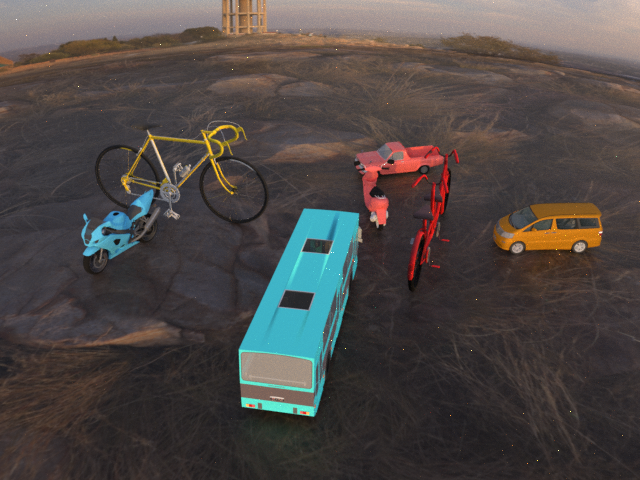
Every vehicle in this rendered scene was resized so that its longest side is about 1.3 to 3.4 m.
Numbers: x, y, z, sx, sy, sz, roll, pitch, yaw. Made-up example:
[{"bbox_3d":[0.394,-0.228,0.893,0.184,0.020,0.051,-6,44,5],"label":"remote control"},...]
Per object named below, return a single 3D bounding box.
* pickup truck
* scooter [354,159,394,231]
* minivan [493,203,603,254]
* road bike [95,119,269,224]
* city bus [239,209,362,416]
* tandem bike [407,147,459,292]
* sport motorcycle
[{"bbox_3d":[1.468,-1.525,12.995,1.603,0.511,0.640,-7,30,-12],"label":"pickup truck"},{"bbox_3d":[0.887,-0.799,11.302,0.662,0.919,1.399,-3,30,-6],"label":"scooter"},{"bbox_3d":[3.424,-0.201,10.555,1.548,0.616,0.681,-1,30,-2],"label":"minivan"},{"bbox_3d":[-2.251,-1.109,11.102,3.004,1.656,0.697,7,30,13],"label":"road bike"},{"bbox_3d":[-0.140,0.754,8.590,0.926,0.894,3.255,5,30,9],"label":"city bus"},{"bbox_3d":[1.656,-0.457,10.288,0.550,1.326,3.192,9,31,16],"label":"tandem bike"},{"bbox_3d":[-2.909,-0.125,10.213,0.506,0.821,1.520,15,33,25],"label":"sport motorcycle"}]
